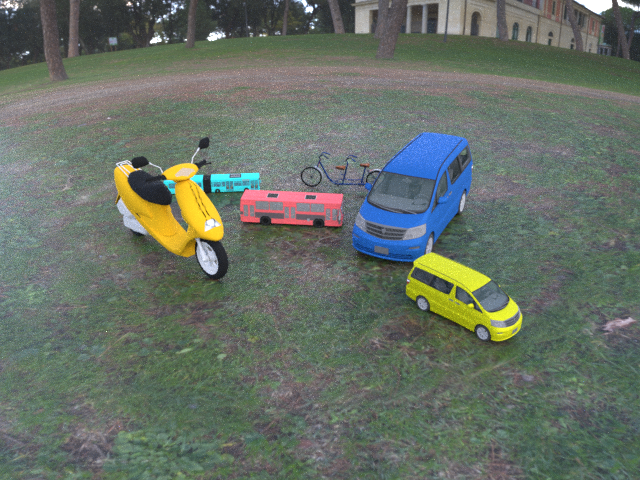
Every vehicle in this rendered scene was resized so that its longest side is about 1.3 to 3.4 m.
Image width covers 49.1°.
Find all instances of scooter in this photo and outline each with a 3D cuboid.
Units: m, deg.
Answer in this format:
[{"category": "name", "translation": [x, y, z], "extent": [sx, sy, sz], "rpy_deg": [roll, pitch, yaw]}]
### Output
[{"category": "scooter", "translation": [-2.264, -0.590, 10.274], "extent": [2.721, 1.786, 1.288], "rpy_deg": [24, 36, 39]}]

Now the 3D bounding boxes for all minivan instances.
[{"category": "minivan", "translation": [1.549, -0.744, 11.222], "extent": [1.324, 1.197, 3.011], "rpy_deg": [12, 30, 23]}, {"category": "minivan", "translation": [1.854, 0.716, 9.008], "extent": [0.681, 0.616, 1.548], "rpy_deg": [-24, 35, -38]}]

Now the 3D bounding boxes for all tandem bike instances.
[{"category": "tandem bike", "translation": [0.453, -1.243, 12.764], "extent": [1.642, 0.682, 0.283], "rpy_deg": [4, 27, 8]}]

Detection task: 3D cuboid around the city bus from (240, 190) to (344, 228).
[{"category": "city bus", "translation": [-0.456, -0.510, 11.574], "extent": [1.674, 0.460, 0.476], "rpy_deg": [3, 27, 6]}]

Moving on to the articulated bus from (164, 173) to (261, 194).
[{"category": "articulated bus", "translation": [-1.955, -1.030, 12.779], "extent": [1.749, 0.289, 0.311], "rpy_deg": [-3, 27, -5]}]
